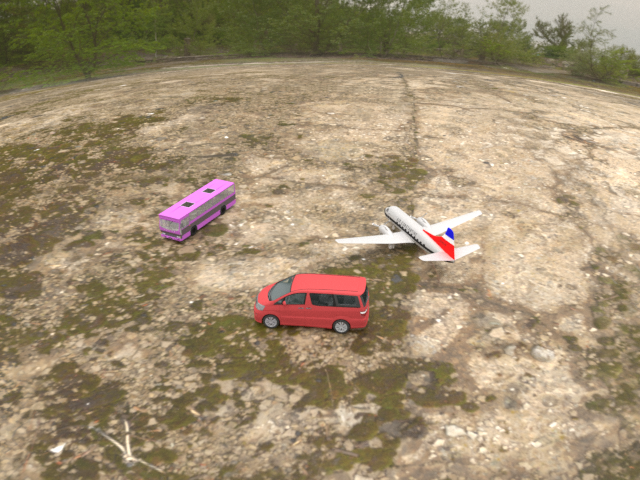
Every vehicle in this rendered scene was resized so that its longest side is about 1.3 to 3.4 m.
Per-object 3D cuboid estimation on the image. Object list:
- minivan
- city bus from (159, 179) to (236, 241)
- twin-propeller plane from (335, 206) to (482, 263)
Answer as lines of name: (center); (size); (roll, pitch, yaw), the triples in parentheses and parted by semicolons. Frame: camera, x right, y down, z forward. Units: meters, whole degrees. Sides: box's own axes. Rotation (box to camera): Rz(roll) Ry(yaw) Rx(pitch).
minivan: (-0.116, 0.805, 9.363); (1.548, 0.616, 0.681); (3, 28, 6)
city bus: (-2.073, -0.518, 12.024); (0.476, 0.460, 1.674); (13, 31, 23)
twin-propeller plane: (1.545, -0.195, 11.061); (2.663, 0.792, 2.129); (-11, 30, -20)
